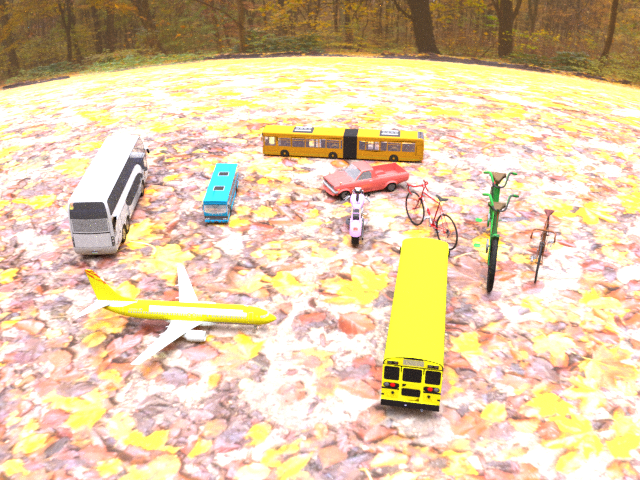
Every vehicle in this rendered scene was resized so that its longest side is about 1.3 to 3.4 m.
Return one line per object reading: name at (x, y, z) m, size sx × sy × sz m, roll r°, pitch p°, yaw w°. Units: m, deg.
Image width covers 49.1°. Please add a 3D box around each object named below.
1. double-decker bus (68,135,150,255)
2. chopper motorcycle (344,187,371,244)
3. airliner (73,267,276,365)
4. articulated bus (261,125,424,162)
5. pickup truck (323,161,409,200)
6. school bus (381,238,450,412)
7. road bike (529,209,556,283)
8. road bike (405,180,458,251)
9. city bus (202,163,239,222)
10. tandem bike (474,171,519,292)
double-decker bus at (-3.567, -0.889, 12.060) m, size 0.756 × 1.052 × 3.251 m, roll -1°, pitch 29°, yaw -3°
chopper motorcycle at (0.624, -0.527, 11.702) m, size 0.466 × 0.761 × 1.563 m, roll 2°, pitch 29°, yaw 4°
airliner at (-1.843, 0.790, 9.225) m, size 2.541 × 0.835 × 2.257 m, roll 2°, pitch 29°, yaw 4°
articulated bus at (0.457, -2.027, 14.644) m, size 3.401 × 0.561 × 0.605 m, roll 3°, pitch 29°, yaw 6°
pickup truck at (0.864, -1.186, 13.164) m, size 1.603 × 0.511 × 0.640 m, roll -11°, pitch 31°, yaw -20°
school bus at (1.290, 0.862, 9.084) m, size 0.709 × 0.844 × 3.322 m, roll 5°, pitch 29°, yaw 9°
road bike at (3.386, 0.020, 10.611) m, size 0.358 × 0.852 × 1.545 m, roll 11°, pitch 31°, yaw 19°
road bike at (1.814, -0.443, 11.454) m, size 0.358 × 0.852 × 1.545 m, roll -13°, pitch 31°, yaw -22°
city bus at (-1.763, -0.851, 12.606) m, size 0.476 × 0.460 × 1.674 m, roll 0°, pitch 29°, yaw 0°
tandem bike at (2.744, -0.435, 10.947) m, size 0.550 × 1.326 × 3.192 m, roll 6°, pitch 29°, yaw 11°
